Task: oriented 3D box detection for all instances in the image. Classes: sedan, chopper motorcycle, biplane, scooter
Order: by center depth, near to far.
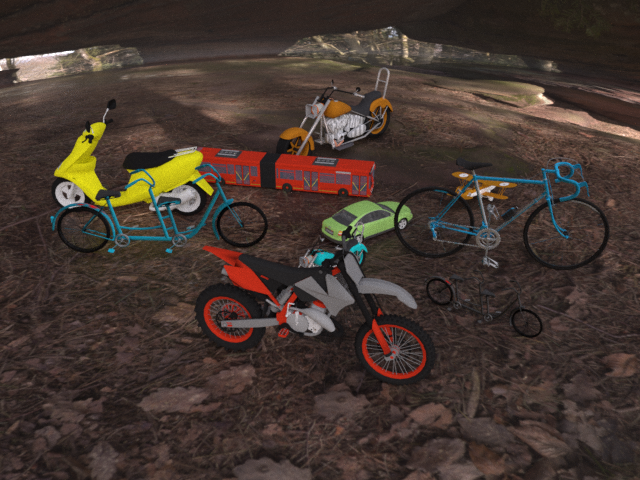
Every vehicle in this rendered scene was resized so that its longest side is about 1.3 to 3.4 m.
[{"bbox_3d":[0.052,0.304,9.587,1.563,0.761,0.466,-23,36,-36],"label":"chopper motorcycle"},{"bbox_3d":[0.771,-0.350,11.081,1.613,0.483,0.635,-19,34,-31],"label":"sedan"},{"bbox_3d":[-3.119,-1.233,11.343,2.721,1.786,1.288,2,29,3],"label":"scooter"},{"bbox_3d":[2.676,-0.866,12.010,1.090,0.504,1.336,-20,35,-33],"label":"biplane"},{"bbox_3d":[0.345,-2.440,13.888,3.040,1.480,0.906,-24,37,-37],"label":"chopper motorcycle"}]

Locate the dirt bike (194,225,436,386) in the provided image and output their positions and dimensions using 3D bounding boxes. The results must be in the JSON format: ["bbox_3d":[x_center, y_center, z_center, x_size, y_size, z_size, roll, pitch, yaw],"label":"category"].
[{"bbox_3d":[-0.117,0.736,7.842,2.903,1.666,1.024,9,30,17],"label":"dirt bike"}]

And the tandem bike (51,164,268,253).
[{"bbox_3d":[-2.377,-0.428,10.342,3.192,1.326,0.550,-2,29,-3],"label":"tandem bike"}]

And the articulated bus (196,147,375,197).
[{"bbox_3d":[-0.690,-1.232,12.625,3.401,0.561,0.605,6,29,11],"label":"articulated bus"}]

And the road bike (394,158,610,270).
[{"bbox_3d":[2.559,-0.380,9.907,3.004,1.656,0.697,5,29,10],"label":"road bike"}]

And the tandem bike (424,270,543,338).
[{"bbox_3d":[2.052,0.728,8.887,1.642,0.682,0.283,20,34,32],"label":"tandem bike"}]
